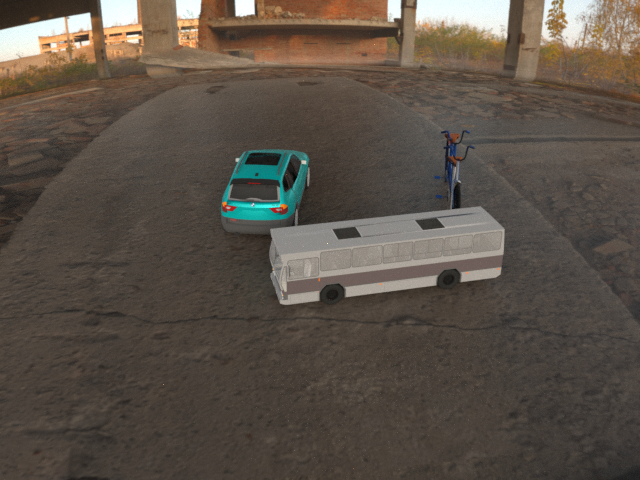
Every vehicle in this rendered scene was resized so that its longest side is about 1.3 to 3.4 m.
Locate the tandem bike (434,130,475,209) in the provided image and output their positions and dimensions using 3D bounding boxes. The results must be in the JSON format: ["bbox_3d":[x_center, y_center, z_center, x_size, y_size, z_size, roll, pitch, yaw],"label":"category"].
[{"bbox_3d":[2.389,-1.325,12.531,0.550,1.326,3.192,3,28,6],"label":"tandem bike"}]

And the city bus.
[{"bbox_3d":[0.949,0.233,10.005,3.255,0.894,0.926,-6,28,-12],"label":"city bus"}]

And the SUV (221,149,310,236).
[{"bbox_3d":[-0.902,-1.043,12.203,1.276,1.128,3.058,2,28,5],"label":"SUV"}]
